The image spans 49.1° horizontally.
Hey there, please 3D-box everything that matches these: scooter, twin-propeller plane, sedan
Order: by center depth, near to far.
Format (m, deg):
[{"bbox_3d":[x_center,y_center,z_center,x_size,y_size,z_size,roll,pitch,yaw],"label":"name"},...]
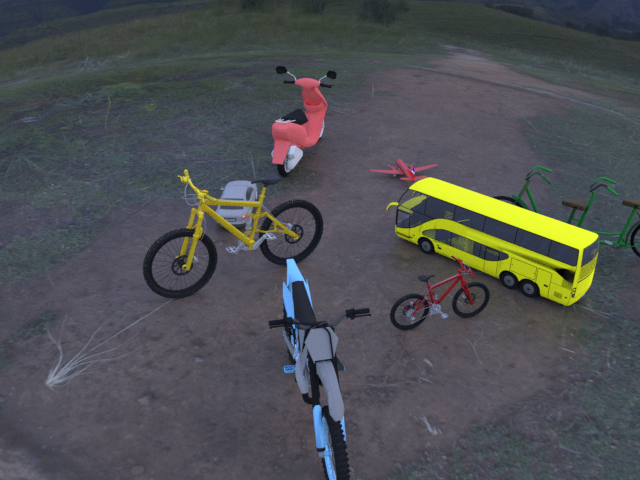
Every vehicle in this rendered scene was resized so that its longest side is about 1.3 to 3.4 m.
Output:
[{"bbox_3d":[-1.463,-0.717,12.317,0.635,0.483,1.613,1,30,2],"label":"sedan"},{"bbox_3d":[1.661,-1.396,13.585,1.370,0.407,1.095,-6,30,-10],"label":"twin-propeller plane"},{"bbox_3d":[-0.376,-2.486,14.104,1.288,1.786,2.721,9,31,16],"label":"scooter"}]

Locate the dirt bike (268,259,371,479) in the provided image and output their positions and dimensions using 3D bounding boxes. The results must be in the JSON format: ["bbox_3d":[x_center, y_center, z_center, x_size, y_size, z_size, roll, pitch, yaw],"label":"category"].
[{"bbox_3d":[-0.072,1.300,7.588,1.024,1.666,2.903,-6,30,-11],"label":"dirt bike"}]

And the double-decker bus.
[{"bbox_3d":[2.517,-0.071,10.611,3.251,1.052,0.756,25,38,36],"label":"double-decker bus"}]

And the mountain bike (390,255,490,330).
[{"bbox_3d":[1.627,0.755,9.349,1.469,0.868,0.573,-9,31,-15],"label":"mountain bike"}]

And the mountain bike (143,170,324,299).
[{"bbox_3d":[-1.197,-0.149,10.105,2.857,1.688,1.114,-16,33,-26],"label":"mountain bike"}]

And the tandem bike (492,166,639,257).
[{"bbox_3d":[4.106,-0.409,10.927,3.192,1.326,0.550,9,31,16],"label":"tandem bike"}]
